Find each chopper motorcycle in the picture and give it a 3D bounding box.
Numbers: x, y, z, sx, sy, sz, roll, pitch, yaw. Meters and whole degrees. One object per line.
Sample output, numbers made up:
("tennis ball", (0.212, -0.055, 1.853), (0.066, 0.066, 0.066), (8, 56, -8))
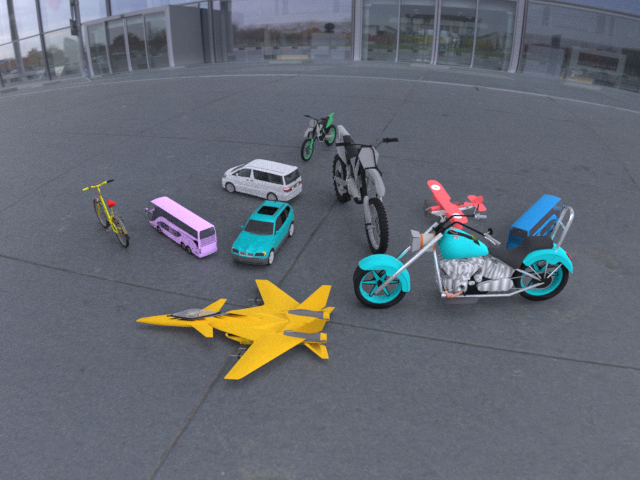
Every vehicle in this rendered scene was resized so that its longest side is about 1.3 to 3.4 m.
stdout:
("chopper motorcycle", (1.983, 0.242, 9.627), (3.040, 1.480, 0.906), (-1, 29, -2))

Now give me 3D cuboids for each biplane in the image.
("biplane", (2.330, -0.566, 12.118), (1.090, 0.504, 1.336), (-8, 30, -14))

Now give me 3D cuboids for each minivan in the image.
("minivan", (-1.113, -1.158, 13.084), (1.548, 0.616, 0.681), (15, 32, 26))

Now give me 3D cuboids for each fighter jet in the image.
("fighter jet", (-1.155, 0.987, 9.227), (2.640, 0.557, 2.229), (2, 29, 4))

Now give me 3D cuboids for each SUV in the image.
("SUV", (-0.898, -0.151, 11.282), (0.656, 0.580, 1.572), (8, 30, 15))

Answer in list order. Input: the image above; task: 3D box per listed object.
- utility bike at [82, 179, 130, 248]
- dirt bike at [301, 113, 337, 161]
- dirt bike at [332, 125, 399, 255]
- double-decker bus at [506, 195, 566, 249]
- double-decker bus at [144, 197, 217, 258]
("utility bike", (-3.491, -0.442, 11.432), (0.535, 0.946, 1.435), (-20, 34, -32))
("dirt bike", (-0.013, -2.248, 14.824), (0.527, 0.857, 1.493), (15, 32, 25))
("dirt bike", (0.663, -1.000, 11.701), (1.024, 1.666, 2.903), (-7, 29, -12))
("double-decker bus", (3.569, -0.268, 11.536), (0.389, 0.541, 1.672), (19, 34, 31))
("double-decker bus", (-2.292, -0.241, 11.488), (0.389, 0.541, 1.672), (-23, 36, -36))
